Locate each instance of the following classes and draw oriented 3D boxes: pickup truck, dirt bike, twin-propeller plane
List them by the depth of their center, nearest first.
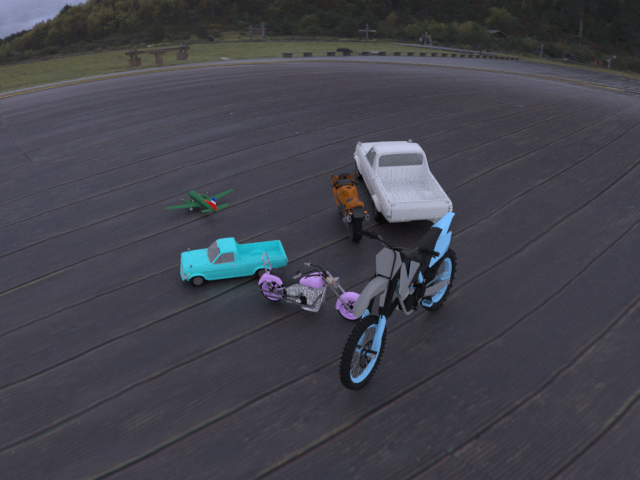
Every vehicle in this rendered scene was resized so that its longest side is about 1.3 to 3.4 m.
[{"bbox_3d":[1.079,0.603,8.704,1.024,1.666,2.903,18,33,29],"label":"dirt bike"},{"bbox_3d":[-1.306,0.269,10.538,1.603,0.511,0.640,-6,29,-12],"label":"pickup truck"},{"bbox_3d":[-2.105,-0.731,12.496,1.370,0.407,1.095,-19,34,-31],"label":"twin-propeller plane"},{"bbox_3d":[1.431,-1.180,12.712,1.244,0.993,3.117,-4,29,-7],"label":"pickup truck"}]

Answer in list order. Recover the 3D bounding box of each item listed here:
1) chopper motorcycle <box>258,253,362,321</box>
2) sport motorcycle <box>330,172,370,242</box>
[{"bbox_3d":[-0.122,0.640,9.588,1.563,0.761,0.466,10,30,19],"label":"chopper motorcycle"},{"bbox_3d":[0.487,-0.592,11.803,0.506,0.821,1.520,-5,29,-9],"label":"sport motorcycle"}]
